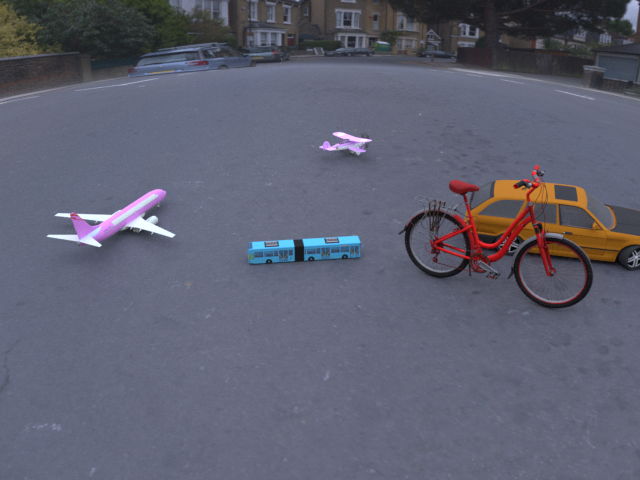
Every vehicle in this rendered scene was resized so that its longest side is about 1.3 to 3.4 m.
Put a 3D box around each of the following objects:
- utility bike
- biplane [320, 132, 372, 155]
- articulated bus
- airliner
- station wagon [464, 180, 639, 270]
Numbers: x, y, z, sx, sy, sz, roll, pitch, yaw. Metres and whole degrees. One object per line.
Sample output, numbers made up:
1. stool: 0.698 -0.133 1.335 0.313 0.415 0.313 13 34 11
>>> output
1. utility bike: 2.424 -0.160 9.702 2.791 1.839 1.039 15 31 27
2. biplane: 0.524 -1.998 14.695 1.090 0.504 1.336 -15 31 -26
3. articulated bus: -0.231 0.152 10.782 1.749 0.289 0.311 -3 28 -7
4. airliner: -3.249 -0.531 11.507 2.257 0.835 2.541 10 29 18
5. station wagon: 3.867 -0.324 11.015 3.105 0.920 1.327 7 28 13
